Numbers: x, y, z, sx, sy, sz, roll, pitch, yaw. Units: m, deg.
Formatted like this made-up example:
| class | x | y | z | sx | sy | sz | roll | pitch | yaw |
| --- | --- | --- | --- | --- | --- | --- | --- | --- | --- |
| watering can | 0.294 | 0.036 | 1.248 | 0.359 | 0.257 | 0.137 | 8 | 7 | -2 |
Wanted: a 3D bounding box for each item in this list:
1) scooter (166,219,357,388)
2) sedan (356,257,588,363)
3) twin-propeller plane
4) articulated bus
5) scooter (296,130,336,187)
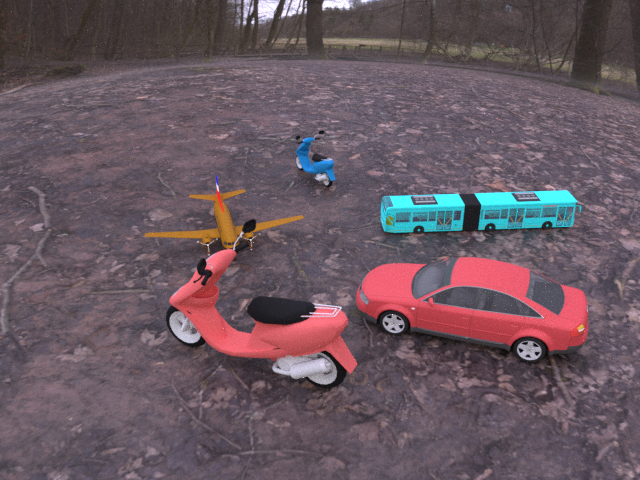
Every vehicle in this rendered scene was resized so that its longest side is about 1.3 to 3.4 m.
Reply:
| class | x | y | z | sx | sy | sz | roll | pitch | yaw |
| --- | --- | --- | --- | --- | --- | --- | --- | --- | --- |
| scooter | -0.819 | 0.840 | 8.621 | 2.721 | 1.786 | 1.288 | 13 | 31 | 22 |
| sedan | 2.046 | 0.786 | 9.591 | 3.137 | 0.940 | 1.235 | 9 | 30 | 16 |
| twin-propeller plane | -1.619 | -0.380 | 11.845 | 2.663 | 0.792 | 2.129 | -7 | 30 | -12 |
| articulated bus | 2.790 | -0.495 | 12.292 | 3.401 | 0.561 | 0.605 | -2 | 29 | -4 |
| scooter | -0.114 | -1.657 | 14.017 | 0.662 | 0.919 | 1.399 | -17 | 33 | -28 |
